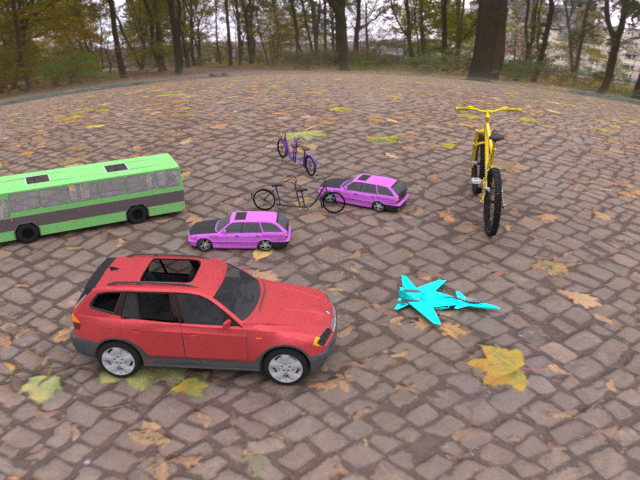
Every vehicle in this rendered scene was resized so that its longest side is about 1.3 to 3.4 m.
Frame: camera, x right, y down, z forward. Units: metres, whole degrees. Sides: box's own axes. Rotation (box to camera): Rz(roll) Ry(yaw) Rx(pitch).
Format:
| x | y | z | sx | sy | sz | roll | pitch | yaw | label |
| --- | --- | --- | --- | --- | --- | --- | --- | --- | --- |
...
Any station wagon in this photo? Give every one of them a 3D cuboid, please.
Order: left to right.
| x | y | z | sx | sy | sz | roll | pitch | yaw | label |
| --- | --- | --- | --- | --- | --- | --- | --- | --- | --- |
| -1.260 | -0.167 | 10.935 | 1.597 | 0.473 | 0.682 | 0 | 26 | 0 | station wagon |
| 0.749 | -0.898 | 12.428 | 1.597 | 0.473 | 0.682 | 12 | 28 | 22 | station wagon |

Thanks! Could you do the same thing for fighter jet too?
| x | y | z | sx | sy | sz | roll | pitch | yaw | label |
| --- | --- | --- | --- | --- | --- | --- | --- | --- | --- |
| 1.701 | 0.756 | 9.261 | 1.358 | 0.286 | 1.147 | 5 | 27 | 11 | fighter jet |

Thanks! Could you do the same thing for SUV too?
| x | y | z | sx | sy | sz | roll | pitch | yaw | label |
| --- | --- | --- | --- | --- | --- | --- | --- | --- | --- |
| -1.324 | 0.833 | 8.146 | 3.058 | 1.128 | 1.276 | 2 | 26 | 4 | SUV |

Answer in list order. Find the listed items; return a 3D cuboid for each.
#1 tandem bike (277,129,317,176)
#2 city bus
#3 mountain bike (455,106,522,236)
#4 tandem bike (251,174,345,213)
| x | y | z | sx | sy | sz | roll | pitch | yaw | label |
| --- | --- | --- | --- | --- | --- | --- | --- | --- | --- |
| -0.483 | -1.789 | 14.011 | 0.283 | 0.682 | 1.642 | -14 | 29 | -27 | tandem bike |
| -3.927 | -0.672 | 11.487 | 3.255 | 0.894 | 0.926 | -12 | 28 | -23 | city bus |
| 2.816 | -1.263 | 11.792 | 1.114 | 1.688 | 2.857 | 2 | 26 | 4 | mountain bike |
| -0.382 | -0.794 | 11.978 | 1.642 | 0.682 | 0.283 | 3 | 26 | 6 | tandem bike |
